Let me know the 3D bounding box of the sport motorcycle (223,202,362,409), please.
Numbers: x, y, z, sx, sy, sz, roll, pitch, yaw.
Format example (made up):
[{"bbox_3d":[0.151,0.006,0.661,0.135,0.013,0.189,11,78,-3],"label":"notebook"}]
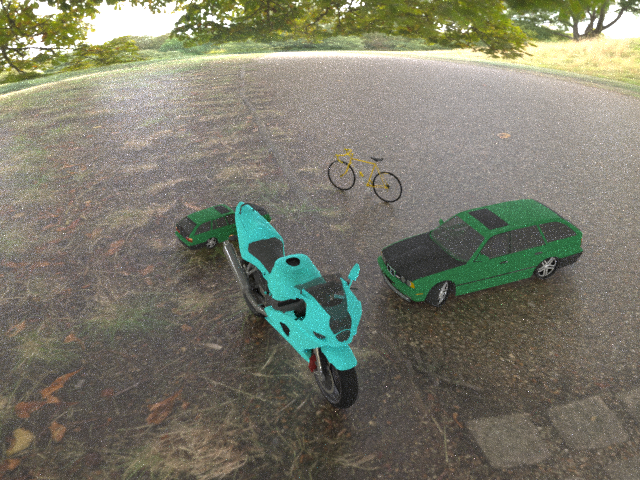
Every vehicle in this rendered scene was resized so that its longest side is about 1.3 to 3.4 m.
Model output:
[{"bbox_3d":[-0.350,0.738,8.640,0.983,1.596,2.955,-16,33,-25],"label":"sport motorcycle"}]

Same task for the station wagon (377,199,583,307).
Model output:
[{"bbox_3d":[2.395,0.086,10.449,3.105,0.920,1.327,-12,32,-20],"label":"station wagon"}]

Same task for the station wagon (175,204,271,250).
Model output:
[{"bbox_3d":[-1.579,-0.311,11.587,1.597,0.473,0.682,-20,36,-31],"label":"station wagon"}]

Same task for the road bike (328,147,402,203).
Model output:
[{"bbox_3d":[0.804,-1.182,12.720,1.545,0.852,0.358,17,34,27],"label":"road bike"}]
